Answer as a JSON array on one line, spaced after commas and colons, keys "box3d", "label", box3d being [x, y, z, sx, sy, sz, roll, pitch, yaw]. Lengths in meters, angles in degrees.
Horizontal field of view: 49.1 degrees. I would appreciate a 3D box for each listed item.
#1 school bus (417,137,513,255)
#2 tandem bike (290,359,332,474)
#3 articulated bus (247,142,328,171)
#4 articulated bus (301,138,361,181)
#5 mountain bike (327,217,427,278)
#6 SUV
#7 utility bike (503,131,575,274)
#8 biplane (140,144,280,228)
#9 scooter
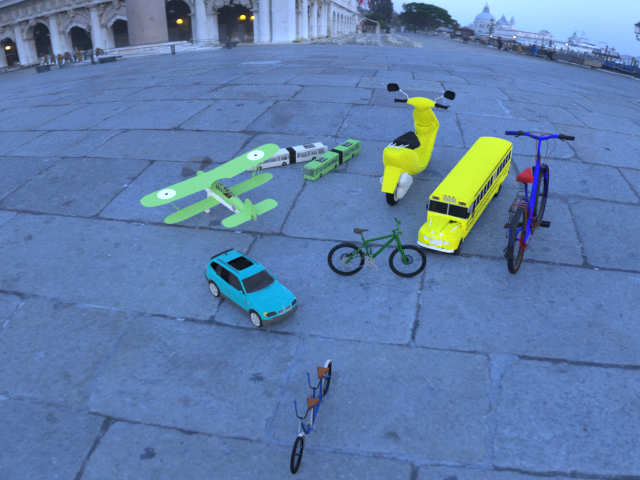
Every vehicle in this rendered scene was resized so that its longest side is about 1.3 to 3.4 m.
[{"box3d": [2.544, -0.825, 12.050, 0.709, 0.844, 3.322, 15, 33, 23], "label": "school bus"}, {"box3d": [-0.075, 1.807, 7.717, 0.283, 0.682, 1.642, 8, 31, 13], "label": "tandem bike"}, {"box3d": [-0.686, -1.681, 14.063, 1.749, 0.289, 0.311, -12, 33, -20], "label": "articulated bus"}, {"box3d": [0.259, -1.621, 13.960, 0.311, 0.289, 1.749, 19, 35, 29], "label": "articulated bus"}, {"box3d": [0.845, 0.171, 10.325, 1.469, 0.868, 0.573, 1, 30, 3], "label": "mountain bike"}, {"box3d": [-0.987, 0.632, 9.824, 0.656, 0.580, 1.572, -25, 38, -36], "label": "SUV"}, {"box3d": [3.206, -0.720, 10.888, 1.039, 1.839, 2.791, 14, 33, 23], "label": "utility bike"}, {"box3d": [-1.638, -0.749, 11.785, 2.598, 0.981, 2.120, -20, 36, -30], "label": "biplane"}, {"box3d": [1.703, -1.850, 12.869, 1.288, 1.786, 2.721, 13, 33, 20], "label": "scooter"}]
